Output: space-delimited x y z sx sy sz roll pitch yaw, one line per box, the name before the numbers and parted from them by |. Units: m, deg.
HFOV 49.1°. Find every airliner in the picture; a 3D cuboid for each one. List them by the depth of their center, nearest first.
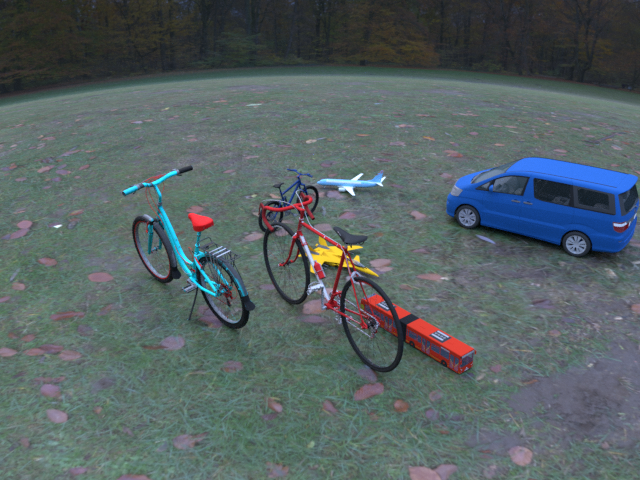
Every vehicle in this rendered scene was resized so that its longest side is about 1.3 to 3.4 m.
airliner | 0.585 -1.169 13.407 1.307 0.429 1.161 5 26 10

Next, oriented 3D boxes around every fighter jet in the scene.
fighter jet | 0.351 0.260 10.620 1.358 0.286 1.147 21 33 37

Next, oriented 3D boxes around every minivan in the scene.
minivan | 3.596 -0.685 11.527 3.011 1.197 1.324 17 31 31

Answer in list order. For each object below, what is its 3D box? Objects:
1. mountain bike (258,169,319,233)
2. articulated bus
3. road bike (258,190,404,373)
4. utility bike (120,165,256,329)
mountain bike | -0.512 -0.673 11.880 0.573 0.868 1.469 21 33 36
articulated bus | 1.184 1.144 8.792 0.311 0.289 1.749 -20 32 -35
road bike | 0.058 0.428 8.702 0.697 1.656 3.004 -17 30 -31
utility bike | -1.850 0.092 9.186 1.039 1.839 2.791 -23 34 -38
